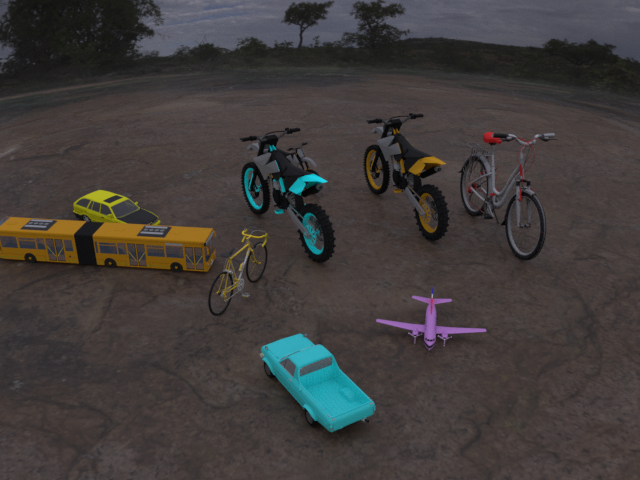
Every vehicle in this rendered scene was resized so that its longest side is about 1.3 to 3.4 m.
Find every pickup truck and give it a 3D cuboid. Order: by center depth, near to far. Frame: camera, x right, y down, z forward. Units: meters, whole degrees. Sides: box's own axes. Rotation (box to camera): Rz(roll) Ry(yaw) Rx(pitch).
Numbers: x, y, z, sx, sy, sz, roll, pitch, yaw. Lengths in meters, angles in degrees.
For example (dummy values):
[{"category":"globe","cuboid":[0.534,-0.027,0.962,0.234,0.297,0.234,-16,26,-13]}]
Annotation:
[{"category":"pickup truck","cuboid":[-0.064,1.508,7.733,0.640,0.511,1.603,-15,31,-28]}]

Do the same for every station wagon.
[{"category":"station wagon","cuboid":[-3.398,-0.462,11.675,1.597,0.473,0.682,17,31,29]}]

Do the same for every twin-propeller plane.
[{"category":"twin-propeller plane","cuboid":[1.403,1.000,8.854,1.370,0.407,1.095,4,27,8]}]

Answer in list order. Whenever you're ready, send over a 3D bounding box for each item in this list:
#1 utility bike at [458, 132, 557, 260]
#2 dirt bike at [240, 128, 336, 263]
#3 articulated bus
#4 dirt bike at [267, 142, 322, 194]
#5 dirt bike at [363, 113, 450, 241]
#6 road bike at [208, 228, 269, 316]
[{"category":"utility bike","cuboid":[2.960,-0.956,11.138,1.039,1.839,2.791,-7,28,-13]},{"category":"dirt bike","cuboid":[-0.598,-0.824,11.069,1.024,1.666,2.903,-15,31,-28]},{"category":"articulated bus","cuboid":[-3.250,0.059,10.546,3.401,0.561,0.605,3,27,6]},{"category":"dirt bike","cuboid":[-0.538,-1.393,13.093,1.493,0.857,0.527,21,34,36]},{"category":"dirt bike","cuboid":[1.384,-1.193,11.800,1.024,1.666,2.903,-10,29,-19]},{"category":"road bike","cuboid":[-1.100,0.401,9.546,0.358,0.852,1.545,12,29,22]}]
